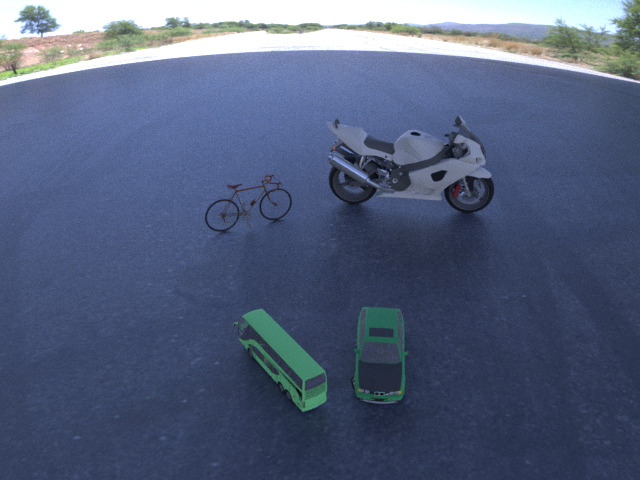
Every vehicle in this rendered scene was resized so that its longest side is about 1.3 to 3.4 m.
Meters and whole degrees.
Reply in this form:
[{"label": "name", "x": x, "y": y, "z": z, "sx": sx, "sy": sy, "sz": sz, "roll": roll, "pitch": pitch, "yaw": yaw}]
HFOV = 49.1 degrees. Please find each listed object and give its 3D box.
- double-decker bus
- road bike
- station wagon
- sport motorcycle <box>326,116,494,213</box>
[{"label": "double-decker bus", "x": -0.501, "y": 1.406, "z": 8.539, "sx": 0.389, "sy": 0.541, "sz": 1.672, "roll": -18, "pitch": 35, "yaw": -28}, {"label": "road bike", "x": -1.186, "y": -0.616, "z": 11.709, "sx": 1.545, "sy": 0.852, "sz": 0.358, "roll": -13, "pitch": 33, "yaw": -21}, {"label": "station wagon", "x": 0.750, "y": 1.355, "z": 8.694, "sx": 0.682, "sy": 0.473, "sz": 1.597, "roll": 3, "pitch": 30, "yaw": 4}, {"label": "sport motorcycle", "x": 1.549, "y": -1.283, "z": 12.115, "sx": 2.955, "sy": 1.596, "sz": 0.983, "roll": 5, "pitch": 31, "yaw": 9}]
